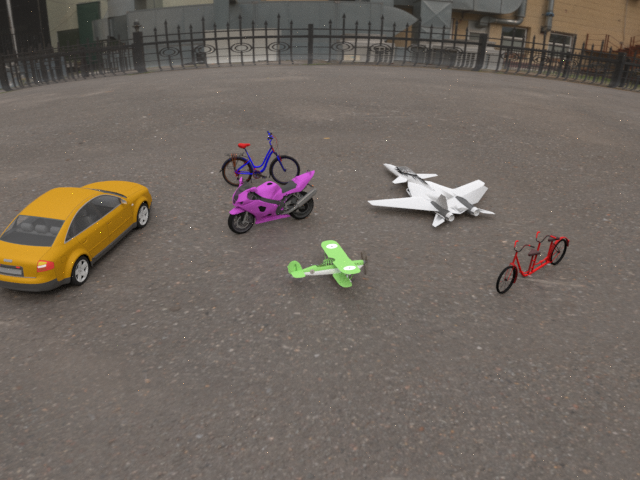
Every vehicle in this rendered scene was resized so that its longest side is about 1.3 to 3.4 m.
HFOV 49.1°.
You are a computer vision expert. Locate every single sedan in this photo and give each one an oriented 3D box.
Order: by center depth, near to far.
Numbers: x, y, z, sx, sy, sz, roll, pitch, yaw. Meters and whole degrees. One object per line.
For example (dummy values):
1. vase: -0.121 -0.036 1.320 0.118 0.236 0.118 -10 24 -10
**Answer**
1. sedan: -3.527 -0.280 10.132 1.235 0.940 3.137 7 28 13

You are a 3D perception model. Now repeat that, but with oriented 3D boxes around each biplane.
1. biplane: 0.106 0.363 9.361 1.090 0.504 1.336 -6 28 -12

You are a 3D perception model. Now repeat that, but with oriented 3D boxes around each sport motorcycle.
1. sport motorcycle: -0.741 -0.599 10.879 1.520 0.821 0.506 -15 31 -27

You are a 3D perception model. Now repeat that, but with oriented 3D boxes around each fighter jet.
1. fighter jet: 1.748 -1.023 11.989 2.229 0.557 2.640 -12 30 -22

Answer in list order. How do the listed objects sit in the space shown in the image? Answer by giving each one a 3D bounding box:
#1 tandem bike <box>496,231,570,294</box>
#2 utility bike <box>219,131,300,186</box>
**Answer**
1. tandem bike: 2.910 0.216 9.452 1.642 0.682 0.283 -21 34 -35
2. utility bike: -1.071 -1.424 12.342 1.435 0.946 0.535 -2 27 -4
